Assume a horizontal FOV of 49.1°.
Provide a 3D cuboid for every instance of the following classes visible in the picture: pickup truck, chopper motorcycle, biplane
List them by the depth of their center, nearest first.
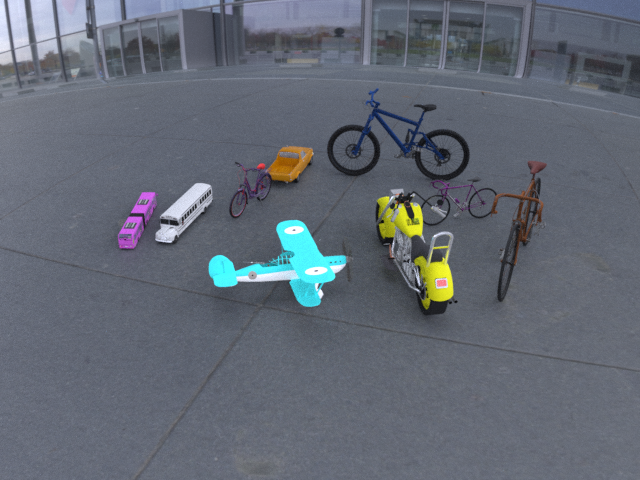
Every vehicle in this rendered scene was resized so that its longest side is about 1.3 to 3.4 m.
[{"bbox_3d":[-0.553,0.399,10.235,2.120,0.981,2.598,-6,29,-11],"label":"biplane"},{"bbox_3d":[1.362,-0.096,10.621,0.906,1.480,3.040,-5,29,-10],"label":"chopper motorcycle"},{"bbox_3d":[-0.618,-1.605,14.404,0.640,0.511,1.603,8,29,14],"label":"pickup truck"}]

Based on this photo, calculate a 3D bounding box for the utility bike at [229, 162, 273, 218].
[{"bbox_3d":[-1.210,-1.005,12.848,0.535,0.946,1.435,15,32,25],"label":"utility bike"}]

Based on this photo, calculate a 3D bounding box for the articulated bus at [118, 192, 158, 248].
[{"bbox_3d":[-3.205,-0.371,12.371,0.311,0.289,1.749,0,29,1],"label":"articulated bus"}]

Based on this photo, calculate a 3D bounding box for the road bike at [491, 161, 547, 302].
[{"bbox_3d":[3.130,-0.285,10.785,0.696,1.656,3.004,13,31,22],"label":"road bike"}]

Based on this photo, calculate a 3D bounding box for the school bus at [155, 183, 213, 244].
[{"bbox_3d":[-2.407,-0.482,12.423,0.365,0.434,1.708,8,30,14],"label":"school bus"}]

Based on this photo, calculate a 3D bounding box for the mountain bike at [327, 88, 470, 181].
[{"bbox_3d":[1.557,-2.017,13.930,2.857,1.688,1.114,4,29,8],"label":"mountain bike"}]

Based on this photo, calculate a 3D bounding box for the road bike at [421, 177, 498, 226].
[{"bbox_3d":[2.478,-0.704,12.395,1.545,0.852,0.358,-9,30,-16],"label":"road bike"}]
